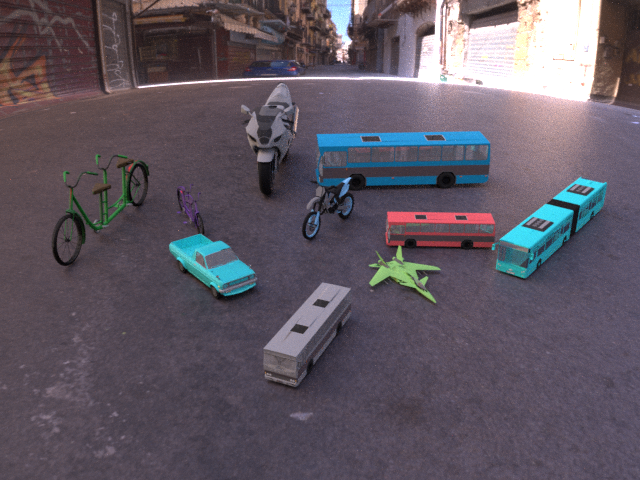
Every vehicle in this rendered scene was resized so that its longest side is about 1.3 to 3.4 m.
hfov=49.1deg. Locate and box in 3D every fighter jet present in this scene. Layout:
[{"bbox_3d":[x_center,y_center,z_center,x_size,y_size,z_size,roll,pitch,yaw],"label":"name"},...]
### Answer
[{"bbox_3d":[1.273,0.500,9.920,1.147,0.286,1.358,-11,28,-22],"label":"fighter jet"}]

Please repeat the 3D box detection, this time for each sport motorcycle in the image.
[{"bbox_3d":[-0.901,-2.049,13.734,0.983,1.596,2.955,2,26,4],"label":"sport motorcycle"}]

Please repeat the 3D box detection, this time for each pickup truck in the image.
[{"bbox_3d":[-1.565,0.298,10.083,0.640,0.511,1.603,-19,31,-34],"label":"pickup truck"}]

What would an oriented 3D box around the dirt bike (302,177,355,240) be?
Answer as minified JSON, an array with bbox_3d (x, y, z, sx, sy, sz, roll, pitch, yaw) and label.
[{"bbox_3d":[0.159,-0.580,11.518,0.527,0.857,1.493,16,30,31],"label":"dirt bike"}]

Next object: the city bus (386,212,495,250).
[{"bbox_3d":[1.888,-0.148,11.075,1.674,0.460,0.476,1,26,2],"label":"city bus"}]

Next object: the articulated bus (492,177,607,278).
[{"bbox_3d":[3.781,-0.280,11.232,0.605,0.561,3.401,19,31,34],"label":"articulated bus"}]

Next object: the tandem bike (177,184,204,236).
[{"bbox_3d":[-2.193,-0.596,11.755,0.283,0.682,1.642,-11,28,-22],"label":"tandem bike"}]

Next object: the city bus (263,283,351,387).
[{"bbox_3d":[-0.114,1.112,8.436,0.476,0.460,1.674,11,28,21],"label":"city bus"}]

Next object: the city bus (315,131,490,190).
[{"bbox_3d":[1.554,-1.524,13.451,3.255,0.894,0.926,-2,26,-3],"label":"city bus"}]

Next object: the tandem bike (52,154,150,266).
[{"bbox_3d":[-3.482,-0.748,11.325,0.550,1.326,3.192,5,26,11],"label":"tandem bike"}]
